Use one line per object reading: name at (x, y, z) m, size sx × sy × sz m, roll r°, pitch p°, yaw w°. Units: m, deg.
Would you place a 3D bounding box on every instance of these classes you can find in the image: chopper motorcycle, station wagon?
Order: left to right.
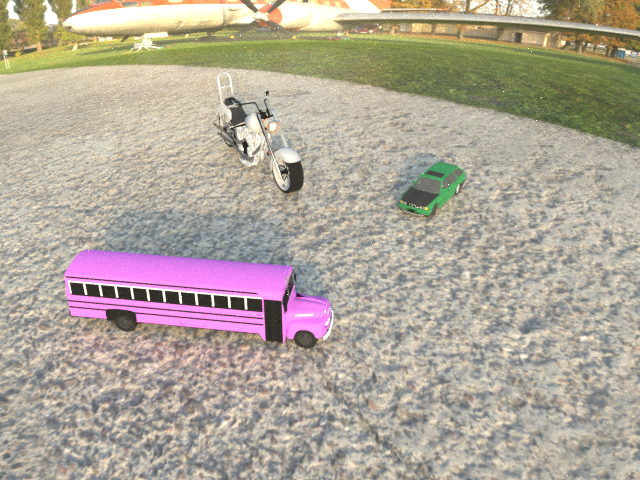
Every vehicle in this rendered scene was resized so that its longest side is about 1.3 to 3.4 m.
chopper motorcycle at (-1.169, -2.007, 12.862) m, size 0.906 × 1.480 × 3.040 m, roll -17°, pitch 34°, yaw -27°
station wagon at (1.932, -0.907, 11.974) m, size 0.682 × 0.473 × 1.597 m, roll 18°, pitch 35°, yaw 28°

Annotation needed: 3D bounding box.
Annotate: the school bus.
school bus at (-1.489, 0.710, 8.827) m, size 3.322 × 0.844 × 0.709 m, roll 4°, pitch 30°, yaw 8°
